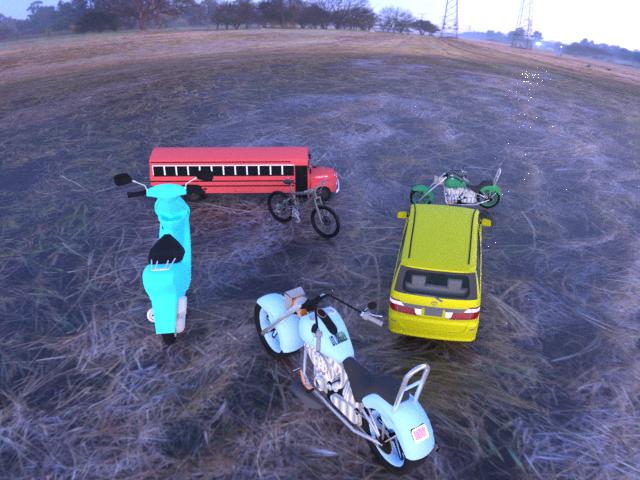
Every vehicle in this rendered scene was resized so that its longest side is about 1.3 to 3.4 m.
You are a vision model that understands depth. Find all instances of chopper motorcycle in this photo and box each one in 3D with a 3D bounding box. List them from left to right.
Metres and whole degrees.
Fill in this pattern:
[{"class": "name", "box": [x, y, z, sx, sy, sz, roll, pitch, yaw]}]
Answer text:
[{"class": "chopper motorcycle", "box": [0.124, 1.208, 7.521, 0.906, 1.480, 3.040, -18, 34, -29]}, {"class": "chopper motorcycle", "box": [2.340, -0.892, 12.026, 1.563, 0.761, 0.466, 2, 29, 3]}]

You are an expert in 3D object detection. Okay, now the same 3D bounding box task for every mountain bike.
[{"class": "mountain bike", "box": [-0.285, -0.555, 11.311, 1.469, 0.868, 0.573, 20, 35, 31]}]

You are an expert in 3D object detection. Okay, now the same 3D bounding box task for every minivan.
[{"class": "minivan", "box": [1.660, 0.174, 9.667, 1.324, 1.197, 3.011, 6, 30, 10]}]

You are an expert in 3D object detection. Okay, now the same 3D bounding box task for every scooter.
[{"class": "scooter", "box": [-2.002, 0.045, 9.292, 1.288, 1.786, 2.721, -3, 29, -6]}]

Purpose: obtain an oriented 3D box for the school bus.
[{"class": "school bus", "box": [-1.316, -1.200, 12.492, 3.322, 0.844, 0.709, 0, 29, -1]}]
